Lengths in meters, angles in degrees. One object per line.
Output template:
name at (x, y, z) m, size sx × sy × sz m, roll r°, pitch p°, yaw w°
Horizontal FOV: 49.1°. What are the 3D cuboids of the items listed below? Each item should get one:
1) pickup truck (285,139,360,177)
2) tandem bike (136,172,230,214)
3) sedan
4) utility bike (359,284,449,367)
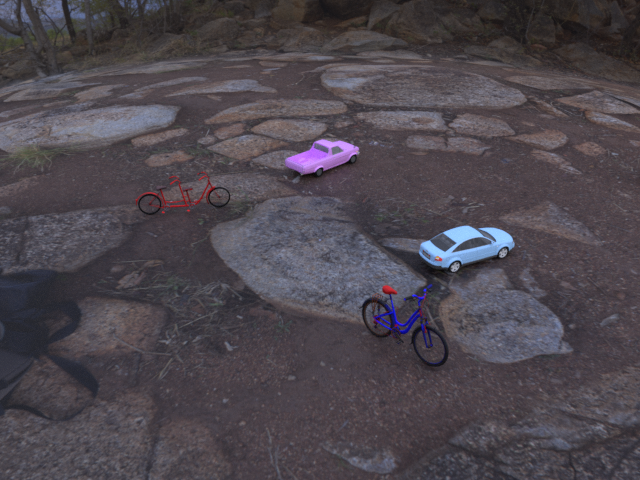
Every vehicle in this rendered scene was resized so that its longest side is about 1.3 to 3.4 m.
pickup truck at (0.061, -1.690, 14.000) m, size 1.603 × 0.511 × 0.640 m, roll -25°, pitch 38°, yaw -37°
tandem bike at (-2.397, -0.812, 12.250) m, size 1.642 × 0.682 × 0.283 m, roll -7°, pitch 30°, yaw -12°
sedan at (2.306, 0.060, 10.889) m, size 1.613 × 0.483 × 0.635 m, roll -14°, pitch 32°, yaw -23°
utility bike at (1.073, 0.954, 8.809) m, size 1.435 × 0.946 × 0.535 m, roll 26°, pitch 38°, yaw 38°
